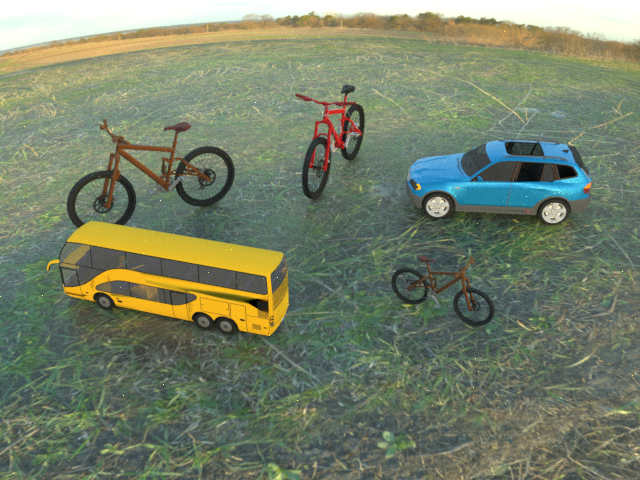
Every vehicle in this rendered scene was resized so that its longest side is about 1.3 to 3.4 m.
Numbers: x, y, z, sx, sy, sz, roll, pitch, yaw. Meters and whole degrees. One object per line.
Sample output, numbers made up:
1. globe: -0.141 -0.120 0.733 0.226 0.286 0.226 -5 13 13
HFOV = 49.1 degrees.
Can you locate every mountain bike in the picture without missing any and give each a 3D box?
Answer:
1. mountain bike: -2.697 -1.088 11.318 2.857 1.688 1.114 -18 35 -27
2. mountain bike: 0.287 -1.927 12.716 1.114 1.688 2.857 12 33 20
3. mountain bike: 1.617 0.622 9.265 1.469 0.868 0.573 18 35 27

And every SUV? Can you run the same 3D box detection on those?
1. SUV: 3.000 -1.068 11.829 3.058 1.128 1.276 3 31 6

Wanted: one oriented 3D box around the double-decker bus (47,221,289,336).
1. double-decker bus: -2.020 0.479 9.326 3.251 1.052 0.756 9 32 15
